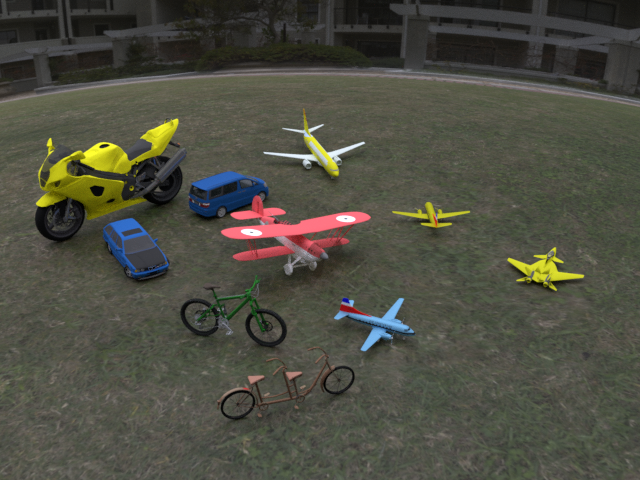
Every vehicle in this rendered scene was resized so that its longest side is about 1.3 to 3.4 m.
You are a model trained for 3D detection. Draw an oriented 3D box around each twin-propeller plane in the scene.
[{"bbox_3d":[0.754,1.050,9.269,1.095,0.407,1.370,13,30,24],"label":"twin-propeller plane"},{"bbox_3d":[1.958,-0.479,12.230,1.370,0.407,1.095,0,27,0],"label":"twin-propeller plane"}]

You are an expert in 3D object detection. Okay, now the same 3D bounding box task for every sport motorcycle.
[{"bbox_3d":[-3.587,-1.082,12.102,0.983,1.596,2.955,22,35,37],"label":"sport motorcycle"}]

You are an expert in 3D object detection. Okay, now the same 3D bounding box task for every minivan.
[{"bbox_3d":[-1.647,-0.904,12.828,0.681,0.616,1.548,24,36,39],"label":"minivan"}]

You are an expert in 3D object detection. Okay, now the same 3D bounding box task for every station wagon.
[{"bbox_3d":[-2.926,0.094,11.048,0.682,0.473,1.597,-16,31,-28],"label":"station wagon"}]

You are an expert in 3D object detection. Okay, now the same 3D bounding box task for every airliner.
[{"bbox_3d":[-0.024,-2.031,14.771,2.257,0.835,2.541,-8,28,-15],"label":"airliner"}]

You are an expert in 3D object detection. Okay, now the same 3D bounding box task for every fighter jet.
[{"bbox_3d":[3.510,0.319,10.817,1.147,0.286,1.358,14,30,25],"label":"fighter jet"}]

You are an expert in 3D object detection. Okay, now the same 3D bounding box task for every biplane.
[{"bbox_3d":[-0.478,-0.106,10.884,2.598,0.981,2.120,-18,32,-31],"label":"biplane"}]

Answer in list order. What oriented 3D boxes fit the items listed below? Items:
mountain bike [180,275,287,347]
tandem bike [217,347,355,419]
[{"bbox_3d":[-1.131,0.932,8.996,1.469,0.868,0.573,7,28,14],"label":"mountain bike"},{"bbox_3d":[-0.362,1.607,7.890,1.642,0.682,0.283,-10,29,-18],"label":"tandem bike"}]
